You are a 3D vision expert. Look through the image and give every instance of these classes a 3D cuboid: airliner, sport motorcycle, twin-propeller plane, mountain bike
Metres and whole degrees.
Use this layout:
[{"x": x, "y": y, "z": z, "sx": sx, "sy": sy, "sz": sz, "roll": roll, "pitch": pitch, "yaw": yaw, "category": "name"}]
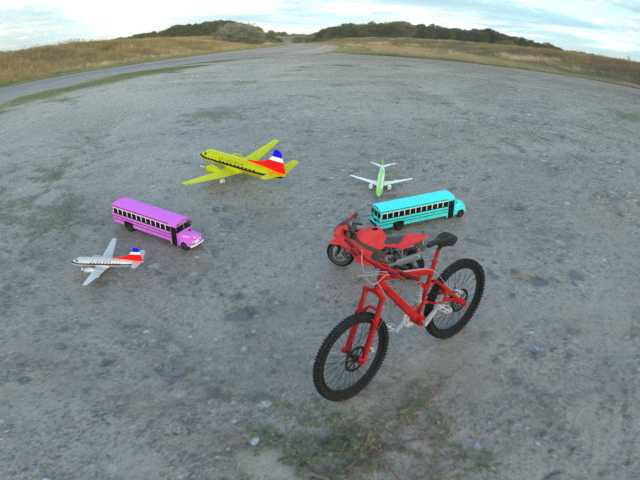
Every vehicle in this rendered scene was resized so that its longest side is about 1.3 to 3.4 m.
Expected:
[{"x": 1.134, "y": -1.201, "z": 13.005, "sx": 1.161, "sy": 0.429, "sz": 1.307, "roll": 4, "pitch": 29, "yaw": 7, "category": "airliner"}, {"x": 0.820, "y": 0.114, "z": 10.217, "sx": 1.520, "sy": 0.821, "sz": 0.506, "roll": 10, "pitch": 30, "yaw": 18, "category": "sport motorcycle"}, {"x": -3.155, "y": 0.280, "z": 10.344, "sx": 1.095, "sy": 0.407, "sz": 1.370, "roll": 2, "pitch": 29, "yaw": 3, "category": "twin-propeller plane"}, {"x": -1.488, "y": -1.512, "z": 13.193, "sx": 2.129, "sy": 0.792, "sz": 2.663, "roll": 19, "pitch": 34, "yaw": 30, "category": "twin-propeller plane"}, {"x": 1.023, "y": 0.757, "z": 8.157, "sx": 2.857, "sy": 1.688, "sz": 1.114, "roll": -23, "pitch": 36, "yaw": -35, "category": "mountain bike"}]

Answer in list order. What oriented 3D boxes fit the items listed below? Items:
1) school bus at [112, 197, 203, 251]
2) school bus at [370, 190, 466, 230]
[{"x": -2.627, "y": -0.272, "z": 11.318, "sx": 1.708, "sy": 0.434, "sz": 0.365, "roll": 17, "pitch": 33, "yaw": 28, "category": "school bus"}, {"x": 1.679, "y": -0.513, "z": 11.754, "sx": 1.708, "sy": 0.434, "sz": 0.365, "roll": -12, "pitch": 31, "yaw": -20, "category": "school bus"}]
